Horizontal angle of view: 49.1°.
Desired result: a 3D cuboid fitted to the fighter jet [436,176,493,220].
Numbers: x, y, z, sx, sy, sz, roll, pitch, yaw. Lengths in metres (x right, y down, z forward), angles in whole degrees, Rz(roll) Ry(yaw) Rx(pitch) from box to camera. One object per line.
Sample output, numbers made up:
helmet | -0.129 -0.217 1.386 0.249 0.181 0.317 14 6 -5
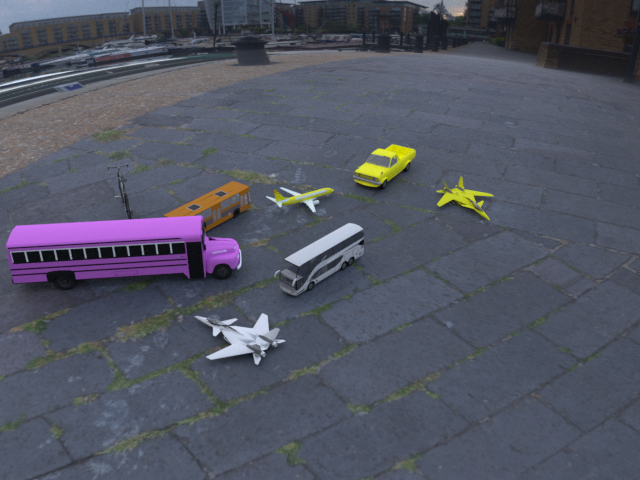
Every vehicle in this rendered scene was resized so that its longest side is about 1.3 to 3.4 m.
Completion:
fighter jet | 2.688 -0.734 12.602 1.147 0.286 1.358 -11 32 -18

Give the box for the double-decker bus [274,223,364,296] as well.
double-decker bus | 0.034 0.291 10.579 0.389 0.541 1.672 24 38 35

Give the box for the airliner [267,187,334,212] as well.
airliner | -0.290 -0.856 12.670 1.307 0.429 1.161 -18 35 -28

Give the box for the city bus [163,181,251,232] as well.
city bus | -1.899 -0.474 11.981 0.476 0.460 1.674 21 36 32

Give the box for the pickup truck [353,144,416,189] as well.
pickup truck | 1.286 -1.510 13.718 0.640 0.511 1.603 18 35 28

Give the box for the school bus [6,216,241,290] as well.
school bus | -2.862 0.160 10.503 3.322 0.844 0.709 -3 30 -6

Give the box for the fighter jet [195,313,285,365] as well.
fighter jet | -1.174 1.175 9.307 1.358 0.286 1.147 19 35 29

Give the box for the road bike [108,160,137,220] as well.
road bike | -3.421 -0.825 12.195 0.358 0.852 1.545 -11 32 -18
